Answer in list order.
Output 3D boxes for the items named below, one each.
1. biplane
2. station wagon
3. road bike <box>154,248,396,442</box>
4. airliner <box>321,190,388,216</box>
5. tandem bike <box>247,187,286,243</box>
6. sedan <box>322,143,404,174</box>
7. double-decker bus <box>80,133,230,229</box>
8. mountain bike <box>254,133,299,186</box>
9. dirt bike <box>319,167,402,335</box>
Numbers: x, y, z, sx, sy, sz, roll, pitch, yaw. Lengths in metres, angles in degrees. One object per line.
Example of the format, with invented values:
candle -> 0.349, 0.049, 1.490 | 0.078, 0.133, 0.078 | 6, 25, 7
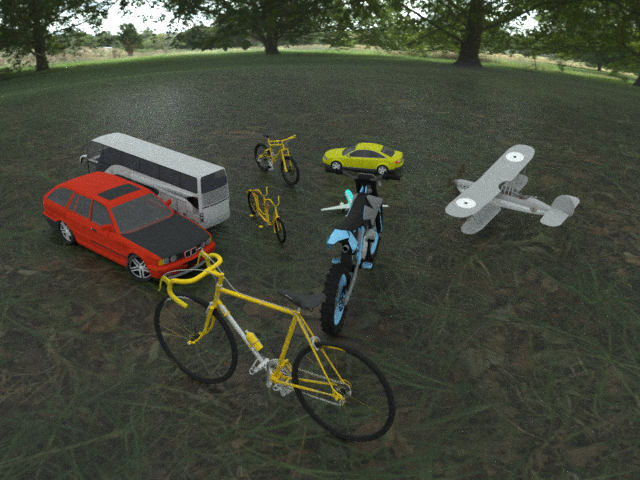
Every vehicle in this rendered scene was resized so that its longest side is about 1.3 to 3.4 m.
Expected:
biplane -> 3.063, -0.664, 11.384 | 2.120, 0.981, 2.598 | 20, 33, 33
station wagon -> -2.990, -0.316, 10.770 | 3.105, 0.920, 1.327 | 21, 34, 35
road bike -> -0.586, 1.083, 7.235 | 3.004, 1.656, 0.697 | 15, 31, 26
airliner -> 0.575, -0.702, 12.061 | 1.161, 0.429, 1.307 | -4, 27, -7
tandem bike -> -0.894, -0.522, 11.435 | 0.283, 0.682, 1.642 | -13, 30, -23
sedan -> 0.847, -1.653, 13.859 | 1.613, 0.483, 0.635 | 7, 28, 13
double-decker bus -> -2.893, -1.072, 12.102 | 3.251, 1.052, 0.756 | 21, 34, 35
mountain bike -> -0.842, -1.594, 13.323 | 0.573, 0.868, 1.469 | -19, 33, -33
dirt bike -> 0.478, -0.041, 9.416 | 1.024, 1.666, 2.903 | 8, 28, 15
